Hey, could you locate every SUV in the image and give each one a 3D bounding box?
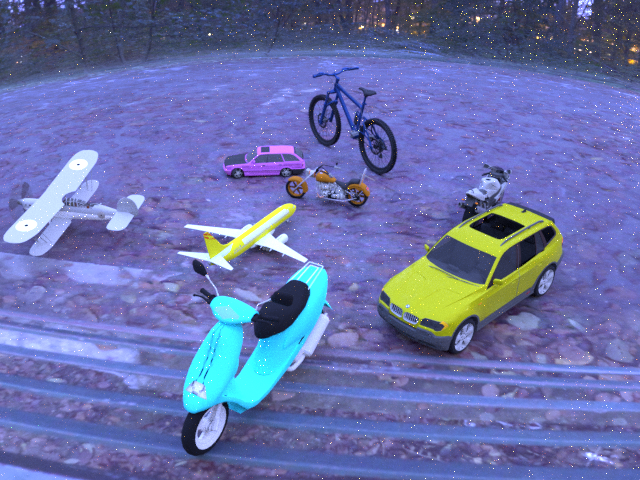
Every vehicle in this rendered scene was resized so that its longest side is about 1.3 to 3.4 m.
[{"bbox_3d":[2.130,0.391,9.561,3.058,1.128,1.276,-24,38,-36],"label":"SUV"}]

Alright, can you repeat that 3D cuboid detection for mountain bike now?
[{"bbox_3d":[0.605,-2.425,13.971,1.114,1.688,2.857,-19,35,-30],"label":"mountain bike"}]

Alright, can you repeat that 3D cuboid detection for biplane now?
[{"bbox_3d":[-3.923,-0.480,11.250,2.120,0.981,2.598,5,30,9],"label":"biplane"}]

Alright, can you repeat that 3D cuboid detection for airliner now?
[{"bbox_3d":[-1.047,-0.244,10.981,2.257,0.835,2.541,15,33,25],"label":"airliner"}]

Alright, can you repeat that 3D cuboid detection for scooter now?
[{"bbox_3d":[-0.651,1.012,7.794,1.288,1.786,2.721,17,34,28],"label":"scooter"}]

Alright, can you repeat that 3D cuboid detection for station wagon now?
[{"bbox_3d":[-1.094,-1.553,13.662,1.597,0.473,0.682,-2,30,-4],"label":"station wagon"}]

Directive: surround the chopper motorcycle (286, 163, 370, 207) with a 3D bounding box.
[{"bbox_3d":[0.130,-1.015,12.419,1.563,0.761,0.466,10,31,17],"label":"chopper motorcycle"}]

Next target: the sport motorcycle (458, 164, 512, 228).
[{"bbox_3d":[2.806,-0.737,11.867,0.506,0.821,1.520,20,35,31],"label":"sport motorcycle"}]
